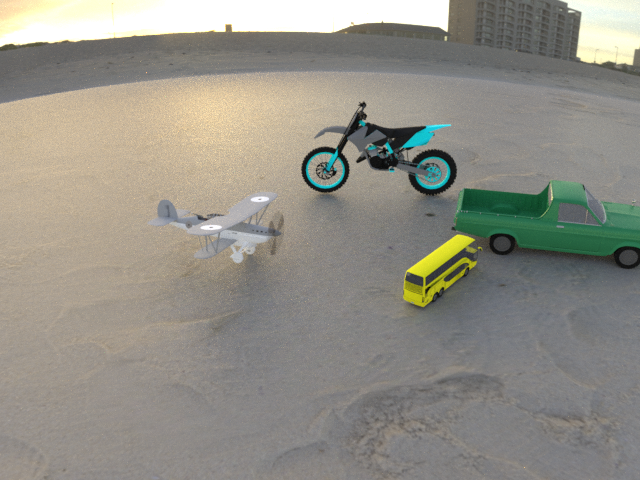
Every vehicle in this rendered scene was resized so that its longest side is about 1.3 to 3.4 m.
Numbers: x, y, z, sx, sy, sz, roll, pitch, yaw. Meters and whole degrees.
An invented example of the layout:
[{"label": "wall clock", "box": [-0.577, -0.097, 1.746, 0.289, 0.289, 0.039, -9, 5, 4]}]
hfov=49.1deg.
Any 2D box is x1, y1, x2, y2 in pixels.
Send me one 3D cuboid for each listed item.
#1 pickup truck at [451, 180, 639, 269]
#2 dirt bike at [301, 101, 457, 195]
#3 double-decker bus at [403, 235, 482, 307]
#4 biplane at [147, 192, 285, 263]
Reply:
[{"label": "pickup truck", "box": [3.720, -0.374, 11.171, 3.117, 0.993, 1.244, 6, 27, 13]}, {"label": "dirt bike", "box": [1.095, -1.612, 12.887, 2.903, 1.666, 1.024, 1, 27, 2]}, {"label": "double-decker bus", "box": [1.784, 0.406, 10.121, 0.389, 0.541, 1.672, 20, 33, 34]}, {"label": "biplane", "box": [-1.574, -0.231, 10.900, 2.120, 0.981, 2.598, 9, 28, 17]}]
